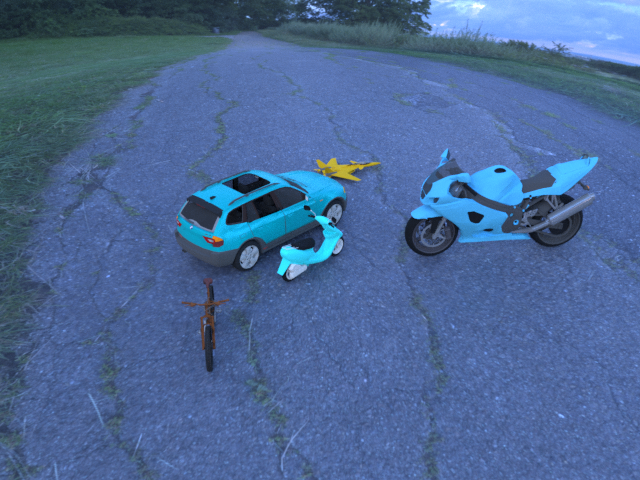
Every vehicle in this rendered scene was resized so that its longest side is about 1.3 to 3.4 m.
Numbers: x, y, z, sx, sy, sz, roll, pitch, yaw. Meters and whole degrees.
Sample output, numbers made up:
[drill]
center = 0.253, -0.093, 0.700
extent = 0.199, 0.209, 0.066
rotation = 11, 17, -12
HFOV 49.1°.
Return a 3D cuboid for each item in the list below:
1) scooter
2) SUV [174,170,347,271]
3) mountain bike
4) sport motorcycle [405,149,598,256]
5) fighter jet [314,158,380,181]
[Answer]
[scooter]
center = -0.109, 0.033, 10.516
extent = 0.662, 0.919, 1.399
rotation = 25, 39, 36
[SUV]
center = -0.879, -0.549, 11.305
extent = 1.276, 1.128, 3.058
rotation = 26, 39, 37
[mountain bike]
center = -1.418, 0.981, 8.943
extent = 0.573, 0.868, 1.469
rotation = -3, 30, -5
[sport motorcycle]
center = 2.772, -0.539, 10.823
extent = 2.955, 1.596, 0.983
rotation = -5, 31, -8
[fighter jet]
center = 0.604, -1.474, 13.724
extent = 1.358, 0.286, 1.147
rotation = -13, 33, -21
